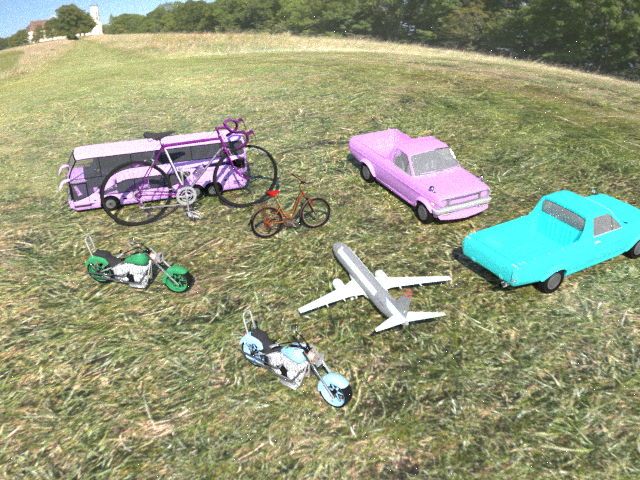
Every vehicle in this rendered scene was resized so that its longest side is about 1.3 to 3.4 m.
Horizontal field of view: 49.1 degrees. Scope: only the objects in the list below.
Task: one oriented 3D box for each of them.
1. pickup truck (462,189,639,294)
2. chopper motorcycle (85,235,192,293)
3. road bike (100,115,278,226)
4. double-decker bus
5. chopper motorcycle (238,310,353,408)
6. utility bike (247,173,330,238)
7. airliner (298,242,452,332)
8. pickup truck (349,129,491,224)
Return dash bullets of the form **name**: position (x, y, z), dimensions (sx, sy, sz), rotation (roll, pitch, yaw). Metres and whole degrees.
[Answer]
- **pickup truck**: position (3.641, -0.109, 10.467), dimensions (3.117, 0.993, 1.244), rotation (-16, 33, -27)
- **chopper motorcycle**: position (-2.592, 0.341, 9.902), dimensions (1.563, 0.761, 0.466), rotation (5, 30, 9)
- **road bike**: position (-2.137, -1.136, 11.621), dimensions (3.004, 1.656, 0.696), rotation (-11, 31, -19)
- **double-decker bus**: position (-2.926, -1.243, 12.429), dimensions (3.251, 1.052, 0.756), rotation (-9, 31, -16)
- **chopper motorcycle**: position (-0.306, 1.364, 8.078), dimensions (1.563, 0.761, 0.466), rotation (19, 35, 31)
- **utility bike**: position (-0.513, -0.565, 11.329), dimensions (1.435, 0.946, 0.535), rotation (-12, 31, -20)
- **airliner**: position (0.677, 0.438, 9.654), dimensions (2.257, 0.835, 2.541), rotation (-11, 31, -18)
- **pickup truck**: position (1.718, -1.332, 12.648), dimensions (1.244, 0.993, 3.117), rotation (-14, 32, -23)
